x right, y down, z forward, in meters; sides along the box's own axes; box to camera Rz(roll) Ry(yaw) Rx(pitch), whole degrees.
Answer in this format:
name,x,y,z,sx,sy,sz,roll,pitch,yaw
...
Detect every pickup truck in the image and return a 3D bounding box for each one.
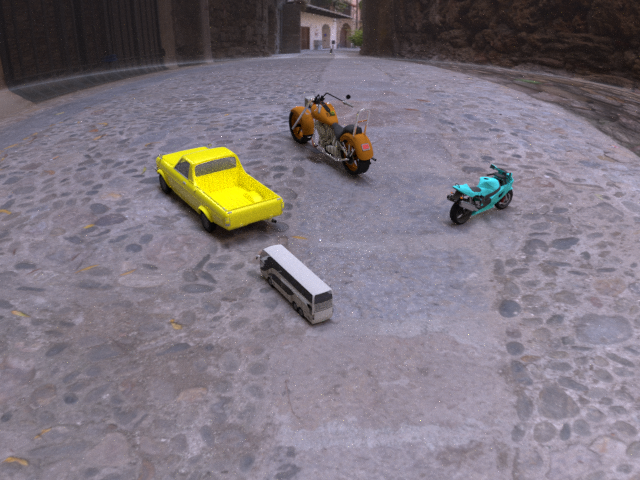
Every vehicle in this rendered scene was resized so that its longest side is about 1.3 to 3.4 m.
name,x,y,z,sx,sy,sz,roll,pitch,yaw
pickup truck,-1.884,-1.049,12.550,1.244,0.993,3.117,-18,34,-29

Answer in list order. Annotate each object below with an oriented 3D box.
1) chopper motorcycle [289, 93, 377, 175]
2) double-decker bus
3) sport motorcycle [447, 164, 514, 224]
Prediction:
name,x,y,z,sx,sy,sz,roll,pitch,yaw
chopper motorcycle,0.156,-2.378,14.450,0.906,1.480,3.040,-16,33,-26
double-decker bus,-0.376,0.587,10.060,0.389,0.541,1.672,-16,33,-27
sport motorcycle,2.853,-0.786,12.252,1.520,0.821,0.506,-18,34,-29
